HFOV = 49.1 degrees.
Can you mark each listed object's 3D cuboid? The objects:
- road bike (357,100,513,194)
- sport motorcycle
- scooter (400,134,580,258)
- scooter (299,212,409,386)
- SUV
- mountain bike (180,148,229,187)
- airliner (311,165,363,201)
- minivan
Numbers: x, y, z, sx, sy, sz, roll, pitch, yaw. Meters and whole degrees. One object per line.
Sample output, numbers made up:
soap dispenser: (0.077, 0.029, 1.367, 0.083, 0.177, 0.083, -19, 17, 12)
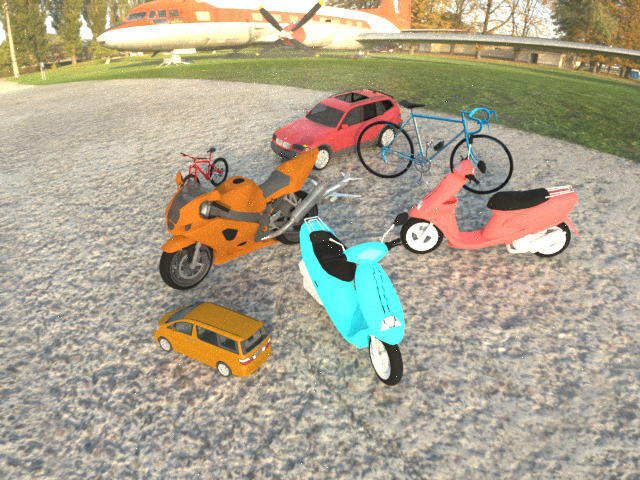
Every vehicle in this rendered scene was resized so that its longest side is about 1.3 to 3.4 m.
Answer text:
road bike: (2.094, -1.767, 12.989, 3.004, 1.656, 0.697, 12, 30, 21)
sport motorcycle: (-1.127, -0.355, 10.427, 2.955, 1.596, 0.983, -24, 36, -37)
scooter: (2.606, -0.549, 10.586, 2.721, 1.786, 1.288, 2, 28, 3)
scooter: (0.344, 0.439, 8.749, 1.288, 1.786, 2.721, -12, 31, -21)
SUV: (0.392, -2.411, 14.743, 3.058, 1.128, 1.276, -22, 35, -35)
mountain bike: (-2.123, -1.231, 12.824, 0.573, 0.868, 1.469, 14, 31, 24)
airliner: (0.204, -0.998, 12.854, 1.161, 0.429, 1.307, 21, 35, 34)
minivan: (-1.366, 1.149, 8.666, 1.548, 0.616, 0.681, 16, 32, 28)
